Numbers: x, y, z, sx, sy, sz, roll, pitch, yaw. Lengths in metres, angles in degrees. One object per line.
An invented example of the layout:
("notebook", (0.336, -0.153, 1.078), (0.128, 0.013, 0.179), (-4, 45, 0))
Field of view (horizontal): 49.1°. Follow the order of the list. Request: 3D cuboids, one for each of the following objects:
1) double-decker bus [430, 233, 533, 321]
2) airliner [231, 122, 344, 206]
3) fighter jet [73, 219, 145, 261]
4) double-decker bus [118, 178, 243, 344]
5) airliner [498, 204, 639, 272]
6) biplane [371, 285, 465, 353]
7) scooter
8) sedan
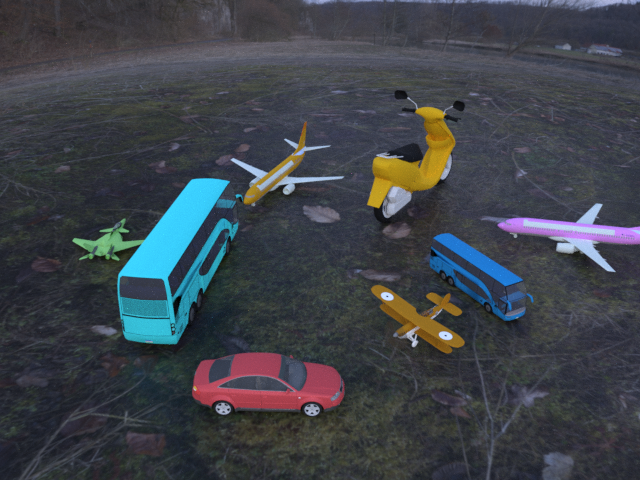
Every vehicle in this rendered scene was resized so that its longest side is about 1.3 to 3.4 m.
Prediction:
("double-decker bus", (2.087, 0.482, 9.293), (0.389, 0.541, 1.672), (-15, 31, -26))
("airliner", (-0.738, -1.357, 12.475), (2.257, 0.835, 2.541), (11, 30, 21))
("fighter jet", (-3.176, -0.107, 10.686), (1.147, 0.286, 1.358), (1, 28, 2))
("double-decker bus", (-1.780, 0.128, 9.417), (0.756, 1.052, 3.251), (4, 28, 7))
("airliner", (3.973, -0.280, 10.427), (2.541, 0.835, 2.257), (7, 29, 14))
("biplane", (1.249, 0.958, 8.429), (1.090, 0.504, 1.336), (-25, 37, -39))
("scooter", (1.608, -1.452, 11.633), (1.288, 1.786, 2.721), (18, 33, 31))
("sedan", (-0.544, 1.493, 7.434), (1.613, 0.483, 0.635), (1, 28, 2))
